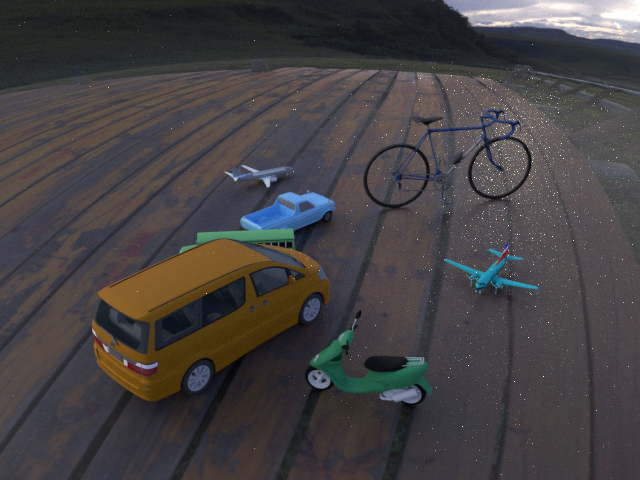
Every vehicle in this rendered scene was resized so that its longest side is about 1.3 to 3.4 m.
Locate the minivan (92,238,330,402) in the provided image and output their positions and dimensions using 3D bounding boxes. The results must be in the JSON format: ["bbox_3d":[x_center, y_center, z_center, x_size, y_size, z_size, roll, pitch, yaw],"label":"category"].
[{"bbox_3d":[-1.169,0.702,8.363,1.324,1.197,3.011,23,36,36],"label":"minivan"}]

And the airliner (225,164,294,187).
[{"bbox_3d":[-1.069,-1.302,12.959,1.307,0.429,1.161,-15,31,-25],"label":"airliner"}]

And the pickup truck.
[{"bbox_3d":[-0.491,-0.442,11.251,1.603,0.511,0.640,-23,36,-37],"label":"pickup truck"}]

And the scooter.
[{"bbox_3d":[0.510,1.322,7.491,1.399,0.919,0.662,7,29,12],"label":"scooter"}]

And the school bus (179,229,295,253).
[{"bbox_3d":[-1.218,0.107,10.298,1.708,0.434,0.365,-3,28,-5],"label":"school bus"}]

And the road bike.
[{"bbox_3d":[2.193,-1.370,11.778,3.004,1.656,0.697,-5,28,-10],"label":"road bike"}]

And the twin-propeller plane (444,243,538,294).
[{"bbox_3d":[2.413,0.402,9.770,1.370,0.407,1.095,18,33,30],"label":"twin-propeller plane"}]
